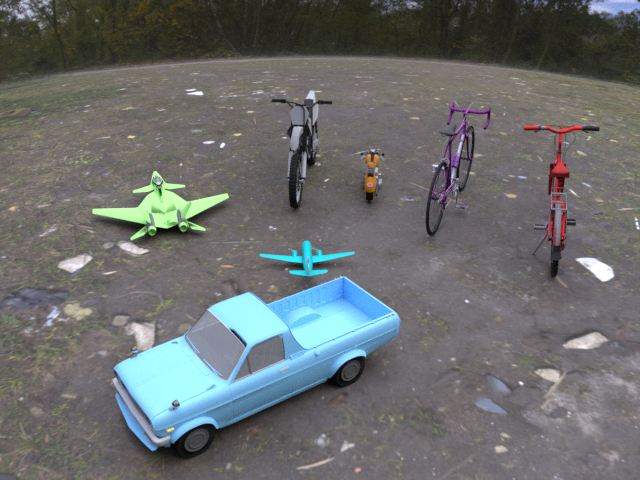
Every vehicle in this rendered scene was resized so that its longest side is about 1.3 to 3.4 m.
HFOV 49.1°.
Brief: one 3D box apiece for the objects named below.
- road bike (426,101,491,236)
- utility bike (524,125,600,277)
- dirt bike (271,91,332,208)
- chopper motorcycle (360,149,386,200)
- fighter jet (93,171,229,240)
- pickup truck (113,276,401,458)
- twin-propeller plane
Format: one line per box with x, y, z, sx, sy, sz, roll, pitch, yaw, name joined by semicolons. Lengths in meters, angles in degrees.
2.184;-1.249;11.422;0.696;1.656;3.004;12;30;21;road bike
3.390;-0.714;10.218;1.039;1.839;2.791;8;29;14;utility bike
-0.271;-1.771;12.397;1.024;1.666;2.903;3;28;6;dirt bike
0.926;-1.272;12.421;0.466;0.761;1.563;3;28;6;chopper motorcycle
-2.696;-0.827;11.800;2.229;0.557;2.640;-8;29;-14;fighter jet
-0.620;1.159;7.586;3.117;0.993;1.244;-18;33;-31;pickup truck
-0.179;0.219;9.986;1.370;0.407;1.095;-1;28;-2;twin-propeller plane
